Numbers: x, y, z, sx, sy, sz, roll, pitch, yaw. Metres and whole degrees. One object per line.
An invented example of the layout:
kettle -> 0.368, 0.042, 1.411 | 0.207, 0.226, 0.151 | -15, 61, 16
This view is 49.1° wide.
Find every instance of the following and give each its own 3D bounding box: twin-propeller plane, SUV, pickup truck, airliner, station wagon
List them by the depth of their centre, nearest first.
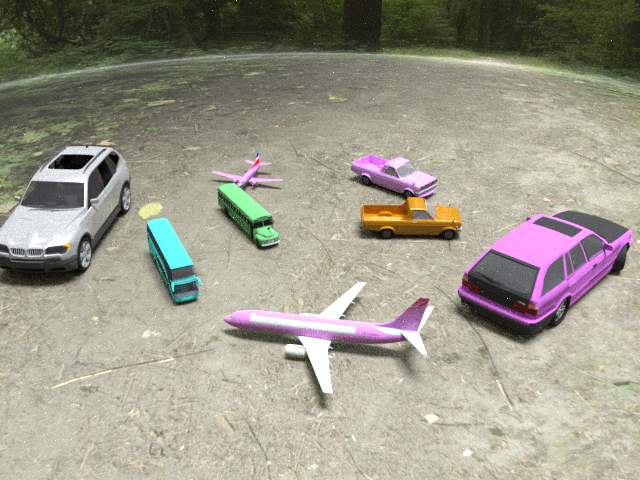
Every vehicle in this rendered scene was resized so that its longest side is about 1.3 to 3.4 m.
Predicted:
airliner -> 0.043, 0.902, 8.343 | 2.541, 0.835, 2.257 | 6, 29, 11
station wagon -> 3.207, 0.187, 9.572 | 1.327, 0.920, 3.105 | 25, 37, 38
SUV -> -3.872, -0.569, 10.750 | 1.276, 1.128, 3.058 | 2, 29, 3
pickup truck -> 1.428, -0.368, 11.027 | 1.603, 0.511, 0.640 | 1, 28, 1
pickup truck -> 1.317, -1.195, 12.553 | 1.603, 0.511, 0.640 | 24, 37, 37
twin-propeller plane -> -1.289, -1.231, 12.728 | 1.370, 0.407, 1.095 | 8, 29, 14

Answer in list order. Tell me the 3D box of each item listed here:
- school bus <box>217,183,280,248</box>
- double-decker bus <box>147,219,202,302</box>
school bus -> -1.151, -0.403, 11.171 | 0.365, 0.434, 1.708 | -15, 32, -26
double-decker bus -> -2.076, 0.277, 9.804 | 0.389, 0.541, 1.672 | -12, 31, -21
